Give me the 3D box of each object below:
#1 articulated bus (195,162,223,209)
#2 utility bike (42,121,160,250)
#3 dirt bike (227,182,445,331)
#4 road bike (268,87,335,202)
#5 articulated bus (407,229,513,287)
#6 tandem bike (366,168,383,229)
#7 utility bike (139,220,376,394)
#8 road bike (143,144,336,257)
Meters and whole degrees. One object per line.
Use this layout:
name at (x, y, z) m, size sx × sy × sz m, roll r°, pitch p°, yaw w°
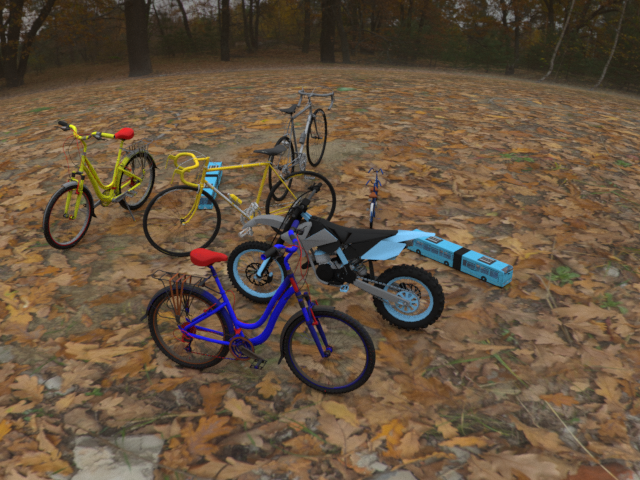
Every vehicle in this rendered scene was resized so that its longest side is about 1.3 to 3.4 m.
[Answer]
articulated bus at (-2.015, -1.028, 12.894) m, size 0.311 × 0.289 × 1.749 m, roll 0°, pitch 27°, yaw -1°
utility bike at (-3.379, -1.040, 11.183) m, size 1.039 × 1.839 × 2.791 m, roll 11°, pitch 29°, yaw 22°
dirt bike at (0.141, 0.247, 8.796) m, size 2.903 × 1.666 × 1.024 m, roll 8°, pitch 28°, yaw 16°
road bike at (-0.364, -1.866, 13.041) m, size 0.697 × 1.656 × 3.004 m, roll 9°, pitch 28°, yaw 17°
articulated bus at (2.016, 0.246, 10.342) m, size 0.311 × 0.289 × 1.749 m, roll -24°, pitch 35°, yaw -39°
tandem bike at (0.926, -0.768, 11.933) m, size 0.283 × 0.682 × 1.642 m, roll 4°, pitch 27°, yaw 7°
utility bike at (-0.719, 0.701, 7.694) m, size 2.791 × 1.839 × 1.039 m, roll 7°, pitch 27°, yaw 15°
road bike at (-1.167, -0.626, 10.557) m, size 3.004 × 1.656 × 0.697 m, roll -9°, pitch 28°, yaw -17°
